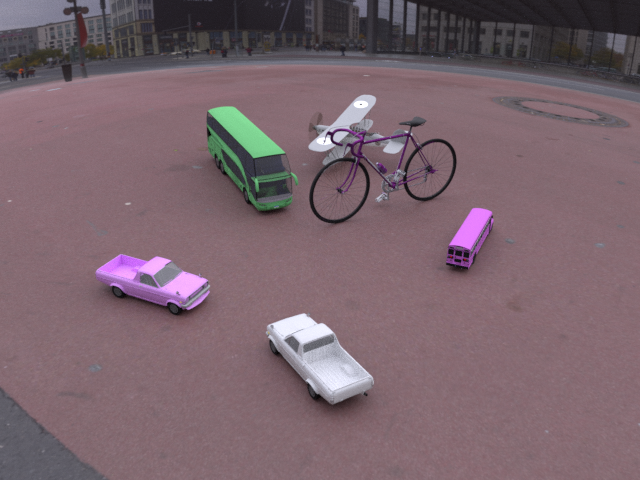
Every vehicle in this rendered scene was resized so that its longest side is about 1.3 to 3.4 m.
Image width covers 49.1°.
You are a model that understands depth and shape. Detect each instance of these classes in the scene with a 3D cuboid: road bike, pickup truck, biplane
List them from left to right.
[{"bbox_3d":[-2.328,0.536,9.710,1.603,0.511,0.640,13,31,23],"label":"pickup truck"},{"bbox_3d":[-0.038,1.329,8.213,0.640,0.511,1.603,-16,32,-27],"label":"pickup truck"},{"bbox_3d":[0.769,-2.078,14.150,2.120,0.981,2.598,13,31,24],"label":"biplane"},{"bbox_3d":[1.140,-1.239,11.841,3.004,1.656,0.697,-15,31,-26],"label":"road bike"}]

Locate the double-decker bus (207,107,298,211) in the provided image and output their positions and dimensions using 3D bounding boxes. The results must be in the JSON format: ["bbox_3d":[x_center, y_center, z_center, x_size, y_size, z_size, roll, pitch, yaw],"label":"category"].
[{"bbox_3d":[-1.368,-1.555,13.085,0.756,1.052,3.251,-12,30,-21],"label":"double-decker bus"}]

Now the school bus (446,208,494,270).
[{"bbox_3d":[2.381,-0.075,10.947,0.365,0.434,1.708,12,30,22],"label":"school bus"}]
